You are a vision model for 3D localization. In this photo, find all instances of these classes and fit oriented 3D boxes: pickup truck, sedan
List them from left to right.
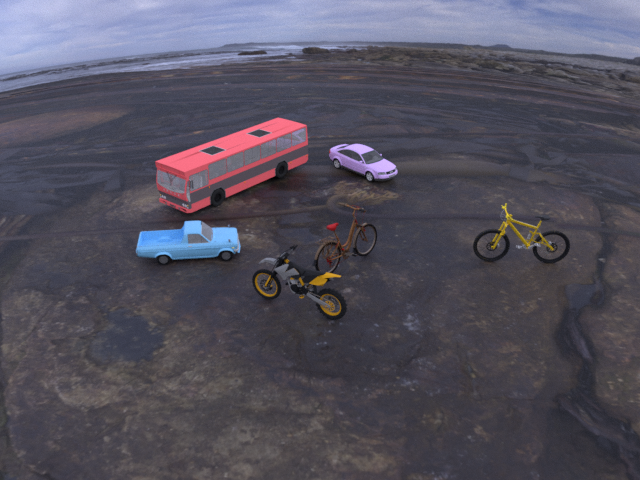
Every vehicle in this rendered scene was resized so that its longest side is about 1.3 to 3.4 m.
[{"bbox_3d":[-2.063,0.008,10.998,1.603,0.511,0.640,-3,28,-6],"label":"pickup truck"},{"bbox_3d":[0.864,-1.613,14.097,0.635,0.483,1.613,-23,35,-36],"label":"sedan"}]

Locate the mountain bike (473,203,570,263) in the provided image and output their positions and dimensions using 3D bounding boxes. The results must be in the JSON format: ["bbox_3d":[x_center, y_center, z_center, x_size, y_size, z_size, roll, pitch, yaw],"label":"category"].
[{"bbox_3d":[3.098,-0.041,10.708,1.469,0.868,0.573,2,28,3],"label":"mountain bike"}]

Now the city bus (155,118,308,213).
[{"bbox_3d":[-1.576,-1.450,13.348,0.926,0.894,3.255,21,34,34],"label":"city bus"}]

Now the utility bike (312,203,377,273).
[{"bbox_3d":[0.358,-0.049,10.640,0.535,0.946,1.435,25,37,39],"label":"utility bike"}]

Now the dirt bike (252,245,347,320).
[{"bbox_3d":[-0.305,0.577,9.547,1.493,0.857,0.527,14,31,25],"label":"dirt bike"}]
